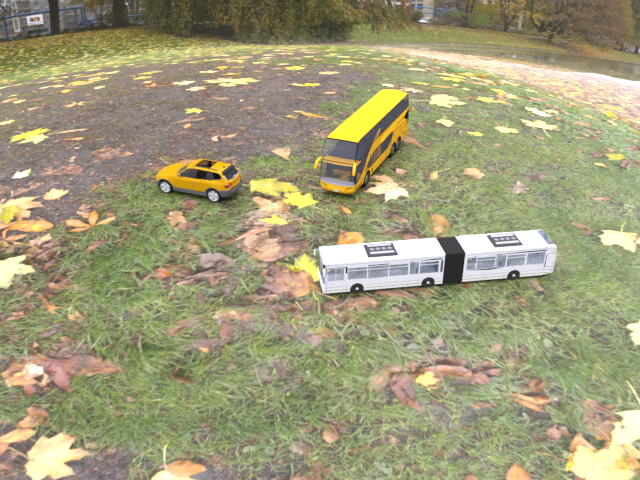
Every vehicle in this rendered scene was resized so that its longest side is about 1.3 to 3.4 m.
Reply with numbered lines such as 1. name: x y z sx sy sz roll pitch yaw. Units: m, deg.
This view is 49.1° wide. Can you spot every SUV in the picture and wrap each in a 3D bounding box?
1. SUV: -2.152 -1.127 12.394 1.572 0.580 0.656 11 32 19

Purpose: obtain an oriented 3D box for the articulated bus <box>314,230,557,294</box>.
1. articulated bus: 1.640 0.298 9.943 3.401 0.561 0.605 -4 30 -7

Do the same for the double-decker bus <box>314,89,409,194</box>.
1. double-decker bus: 0.894 -1.890 13.246 0.756 1.052 3.251 12 32 20
